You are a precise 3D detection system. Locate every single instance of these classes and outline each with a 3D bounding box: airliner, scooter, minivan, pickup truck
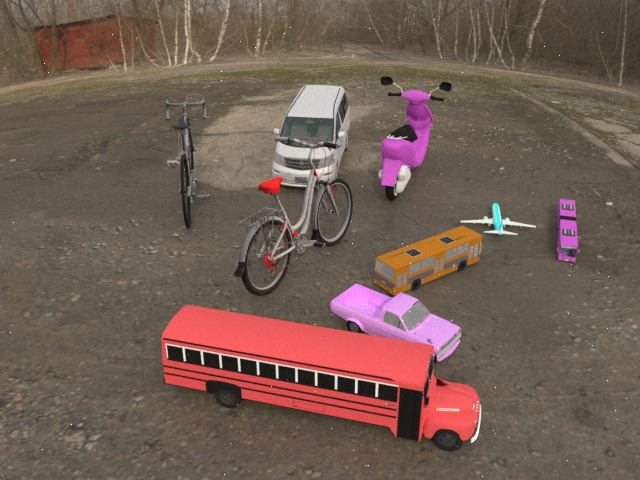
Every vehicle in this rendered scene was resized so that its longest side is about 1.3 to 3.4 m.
[{"bbox_3d":[2.828,-0.402,11.115,1.161,0.429,1.307,4,28,8],"label":"airliner"},{"bbox_3d":[1.586,-1.911,12.521,1.288,1.786,2.721,10,29,18],"label":"scooter"},{"bbox_3d":[-0.116,-2.015,13.351,1.324,1.197,3.011,4,28,7],"label":"minivan"},{"bbox_3d":[0.900,0.940,8.483,1.603,0.511,0.640,20,34,33],"label":"pickup truck"}]

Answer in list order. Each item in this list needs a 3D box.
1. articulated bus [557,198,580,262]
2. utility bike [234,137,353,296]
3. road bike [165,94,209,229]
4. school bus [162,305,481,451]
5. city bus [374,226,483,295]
[{"bbox_3d":[3.822,-0.180,10.844,0.311,0.289,1.749,8,29,15],"label":"articulated bus"},{"bbox_3d":[-0.372,-0.451,9.698,1.039,1.839,2.791,17,32,29],"label":"utility bike"},{"bbox_3d":[-2.229,-1.402,11.697,0.697,1.656,3.004,-3,28,-6],"label":"road bike"},{"bbox_3d":[0.005,1.385,7.282,3.322,0.844,0.709,8,29,14],"label":"school bus"},{"bbox_3d":[1.529,0.288,9.774,1.674,0.460,0.476,-18,33,-31],"label":"city bus"}]
